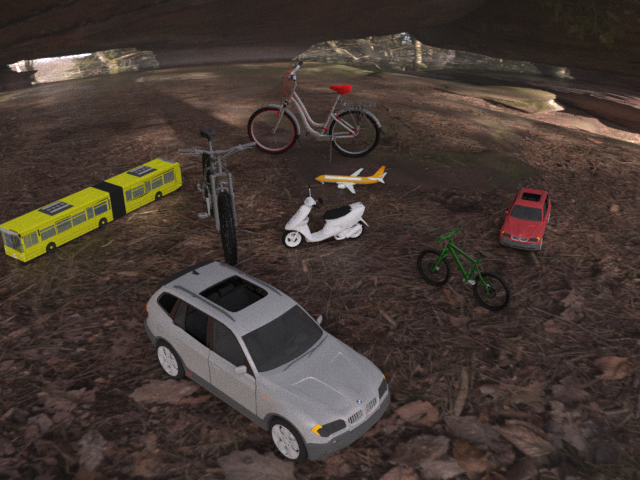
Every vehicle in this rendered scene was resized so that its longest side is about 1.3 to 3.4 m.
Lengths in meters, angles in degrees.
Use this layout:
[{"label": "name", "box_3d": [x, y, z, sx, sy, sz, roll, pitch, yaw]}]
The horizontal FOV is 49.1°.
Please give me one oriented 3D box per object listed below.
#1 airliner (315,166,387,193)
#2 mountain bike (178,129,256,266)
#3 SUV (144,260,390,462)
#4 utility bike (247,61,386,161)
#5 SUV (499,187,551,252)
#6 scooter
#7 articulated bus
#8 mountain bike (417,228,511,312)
[{"label": "airliner", "box_3d": [0.556, -1.193, 12.843, 1.307, 0.429, 1.161, 5, 28, 9]}, {"label": "mountain bike", "box_3d": [-1.600, -0.826, 10.806, 1.114, 1.688, 2.857, -8, 29, -14]}, {"label": "SUV", "box_3d": [-0.668, 1.164, 7.648, 3.058, 1.128, 1.276, 23, 36, 37]}, {"label": "utility bike", "box_3d": [-0.093, -2.459, 13.727, 2.791, 1.839, 1.039, 3, 28, 5]}, {"label": "SUV", "box_3d": [3.287, -0.363, 11.116, 0.656, 0.580, 1.572, 11, 30, 20]}, {"label": "scooter", "box_3d": [0.080, -0.356, 10.741, 1.399, 0.919, 0.662, -9, 29, -16]}, {"label": "articulated bus", "box_3d": [-3.644, -0.582, 11.549, 0.605, 0.561, 3.401, 17, 32, 29]}, {"label": "mountain bike", "box_3d": [1.918, 0.392, 9.383, 1.469, 0.868, 0.573, 24, 36, 37]}]
